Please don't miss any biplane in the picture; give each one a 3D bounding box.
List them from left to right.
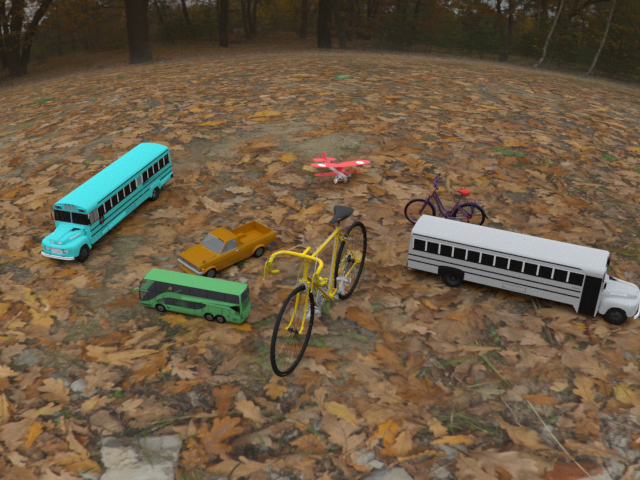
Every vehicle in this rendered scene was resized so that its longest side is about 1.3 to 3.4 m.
[{"bbox_3d":[0.328,-1.436,13.833,1.336,0.504,1.090,-16,33,-26],"label":"biplane"}]

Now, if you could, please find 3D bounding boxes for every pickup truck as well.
[{"bbox_3d":[-1.463,0.087,11.138,1.603,0.511,0.640,-25,38,-37],"label":"pickup truck"}]

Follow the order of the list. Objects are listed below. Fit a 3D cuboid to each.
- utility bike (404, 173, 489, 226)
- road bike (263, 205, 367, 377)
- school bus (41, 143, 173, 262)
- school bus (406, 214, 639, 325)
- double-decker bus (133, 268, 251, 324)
[{"bbox_3d":[2.152,-0.586,11.885,1.435,0.946,0.535,6,30,11],"label":"utility bike"},{"bbox_3d":[0.061,0.496,9.254,0.696,1.656,3.004,13,32,21],"label":"road bike"},{"bbox_3d":[-3.657,-0.723,12.230,0.709,0.844,3.322,9,31,15],"label":"school bus"},{"bbox_3d":[2.966,0.389,10.266,3.322,0.844,0.709,13,32,21],"label":"school bus"},{"bbox_3d":[-1.803,0.781,9.881,1.672,0.541,0.389,9,31,15],"label":"double-decker bus"}]
